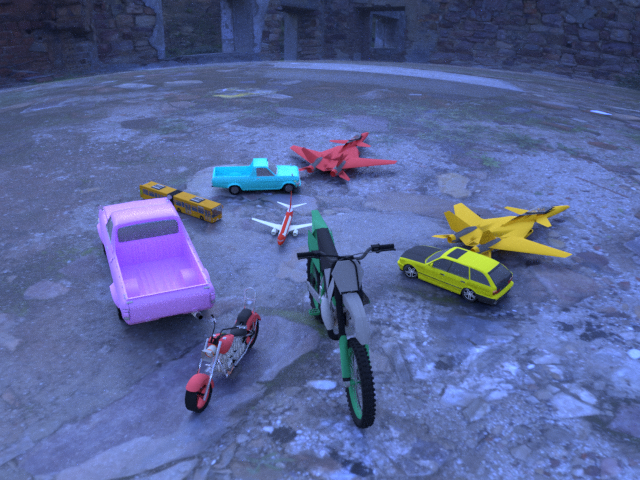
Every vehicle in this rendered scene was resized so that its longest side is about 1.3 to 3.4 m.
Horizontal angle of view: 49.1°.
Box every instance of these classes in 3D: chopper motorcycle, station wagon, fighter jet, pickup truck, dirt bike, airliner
[{"bbox_3d":[-1.066,1.196,7.781,0.466,0.761,1.563,10,29,19],"label":"chopper motorcycle"},{"bbox_3d":[1.842,0.377,9.662,1.597,0.473,0.682,21,34,35],"label":"station wagon"},{"bbox_3d":[3.120,-0.361,10.987,2.640,0.557,2.229,-18,33,-31],"label":"fighter jet"},{"bbox_3d":[-1.145,-1.171,12.591,1.603,0.511,0.640,-2,28,-4],"label":"pickup truck"},{"bbox_3d":[0.202,0.672,7.807,1.024,1.666,2.903,-5,28,-10],"label":"dirt bike"},{"bbox_3d":[-2.329,0.122,9.589,1.244,0.993,3.117,-10,29,-19],"label":"pickup truck"},{"bbox_3d":[0.521,-1.903,13.946,2.229,0.557,2.640,11,30,21],"label":"fighter jet"},{"bbox_3d":[-0.537,-0.333,11.071,1.161,0.429,1.307,3,28,6],"label":"airliner"}]

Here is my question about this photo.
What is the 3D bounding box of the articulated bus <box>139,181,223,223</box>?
[{"bbox_3d":[-2.367,-0.657,11.845,1.749,0.289,0.311,18,33,31],"label":"articulated bus"}]
